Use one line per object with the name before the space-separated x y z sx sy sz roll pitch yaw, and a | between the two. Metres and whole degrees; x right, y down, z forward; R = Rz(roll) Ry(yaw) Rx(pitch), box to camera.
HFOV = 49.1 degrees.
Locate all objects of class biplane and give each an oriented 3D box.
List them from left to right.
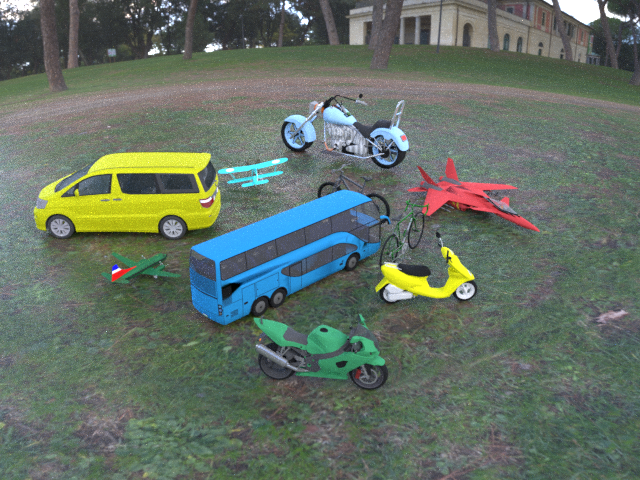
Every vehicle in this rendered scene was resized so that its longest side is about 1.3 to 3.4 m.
biplane | -1.265 -1.220 13.296 1.336 0.504 1.090 -3 26 -6

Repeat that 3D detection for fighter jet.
fighter jet | 2.831 -0.765 12.294 2.229 0.557 2.640 -17 30 -30

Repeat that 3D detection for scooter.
scooter | 1.451 0.435 9.395 1.399 0.919 0.662 -2 26 -3

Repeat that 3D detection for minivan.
minivan | -3.199 -0.783 11.595 3.011 1.197 1.324 0 26 1

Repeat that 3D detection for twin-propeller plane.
twin-propeller plane | -2.600 0.364 10.129 1.370 0.407 1.095 15 30 29

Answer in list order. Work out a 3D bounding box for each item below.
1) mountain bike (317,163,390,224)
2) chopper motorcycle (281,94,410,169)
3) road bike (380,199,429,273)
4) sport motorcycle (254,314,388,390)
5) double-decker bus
mountain bike | 0.564 -0.776 11.959 1.469 0.868 0.573 17 31 32
chopper motorcycle | 0.462 -2.361 14.538 3.040 1.480 0.906 17 30 31
road bike | 1.261 -0.085 10.547 0.358 0.852 1.545 15 29 28
sport motorcycle | 0.010 1.258 7.803 1.520 0.821 0.506 5 26 10
double-decker bus | -0.340 0.142 9.848 3.251 1.052 0.756 -23 34 -39
